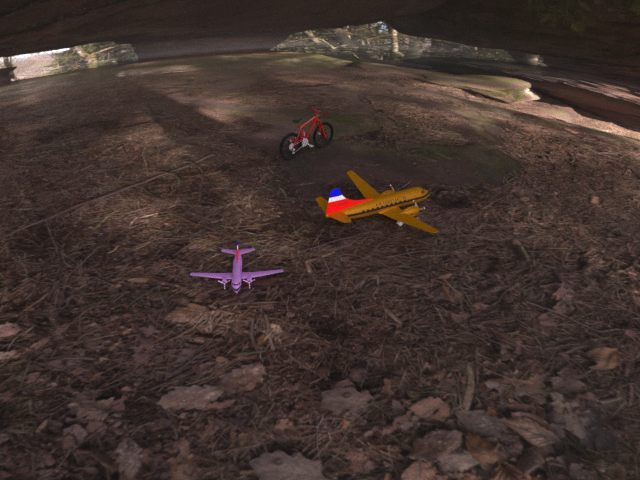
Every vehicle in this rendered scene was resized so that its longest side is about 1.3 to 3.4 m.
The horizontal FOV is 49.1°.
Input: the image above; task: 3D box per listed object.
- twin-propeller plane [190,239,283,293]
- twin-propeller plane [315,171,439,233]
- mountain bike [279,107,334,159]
[{"bbox_3d":[-1.230,0.401,10.387,1.370,0.407,1.095,-2,30,-3],"label":"twin-propeller plane"},{"bbox_3d":[1.024,-0.703,11.913,2.129,0.792,2.663,-16,33,-25],"label":"twin-propeller plane"},{"bbox_3d":[-0.261,-2.194,14.416,1.469,0.868,0.573,-25,38,-36],"label":"mountain bike"}]
